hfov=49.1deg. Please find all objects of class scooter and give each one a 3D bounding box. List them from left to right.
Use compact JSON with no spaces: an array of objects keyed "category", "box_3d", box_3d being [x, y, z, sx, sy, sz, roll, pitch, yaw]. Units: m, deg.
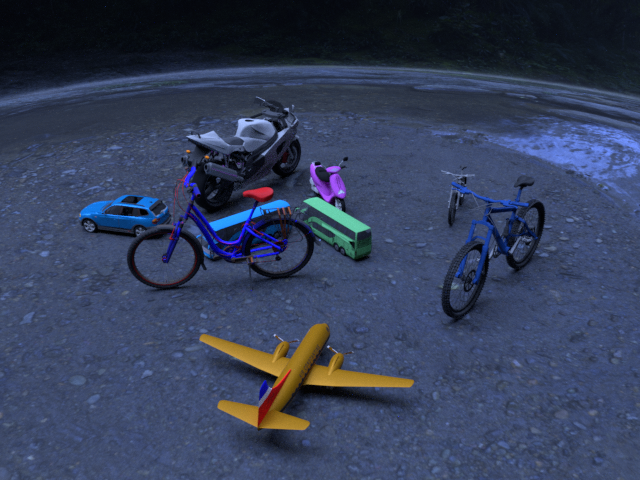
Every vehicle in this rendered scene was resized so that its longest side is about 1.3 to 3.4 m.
[{"category":"scooter","box_3d":[0.138,-1.088,12.712,0.662,0.919,1.399,-12,30,-22]}]

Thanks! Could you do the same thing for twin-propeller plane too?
[{"category":"twin-propeller plane","box_3d":[-0.276,1.420,7.997,2.663,0.792,2.129,9,29,18]}]

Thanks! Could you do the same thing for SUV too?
[{"category":"SUV","box_3d":[-3.312,-0.453,11.853,1.572,0.580,0.656,7,28,14]}]

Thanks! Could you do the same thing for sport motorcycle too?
[{"category":"sport motorcycle","box_3d":[-1.327,-1.639,13.041,0.983,1.596,2.955,19,33,33]}]

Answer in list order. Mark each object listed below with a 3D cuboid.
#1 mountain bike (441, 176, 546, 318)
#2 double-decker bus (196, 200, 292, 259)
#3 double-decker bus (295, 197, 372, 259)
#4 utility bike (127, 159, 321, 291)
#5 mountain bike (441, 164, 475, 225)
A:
[{"category":"mountain bike","box_3d":[2.531,-0.043,9.853,1.114,1.688,2.857,22,34,35]},{"category":"double-decker bus","box_3d":[-1.194,-0.167,11.342,1.672,0.541,0.389,-21,34,-35]},{"category":"double-decker bus","box_3d":[0.213,-0.225,11.455,0.389,0.541,1.672,-18,32,-31]},{"category":"utility bike","box_3d":[-1.329,-0.117,9.832,2.791,1.839,1.039,-5,28,-10]},{"category":"mountain bike","box_3d":[2.442,-0.874,12.354,0.573,0.868,1.469,10,29,18]}]
